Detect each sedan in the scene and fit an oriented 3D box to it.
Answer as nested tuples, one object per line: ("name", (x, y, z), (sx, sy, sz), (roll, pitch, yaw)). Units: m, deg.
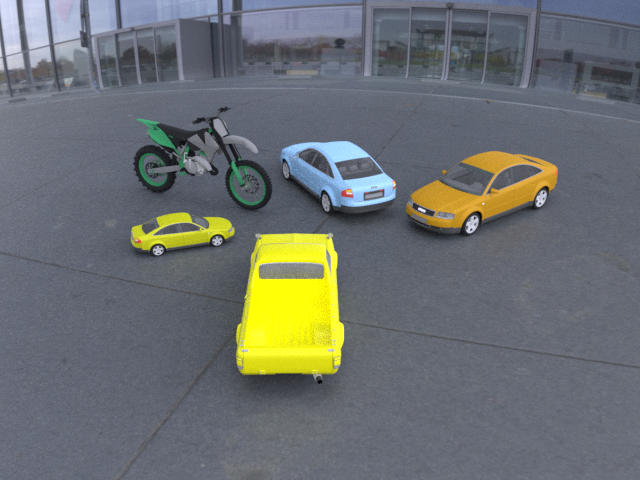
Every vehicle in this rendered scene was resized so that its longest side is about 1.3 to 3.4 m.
("sedan", (0.243, -1.336, 12.919), (1.235, 0.940, 3.137), (-12, 28, -23))
("sedan", (-2.153, -0.155, 11.013), (1.613, 0.483, 0.635), (-9, 27, -18))
("sedan", (2.837, -0.933, 12.090), (3.137, 0.940, 1.235), (-19, 32, -33))

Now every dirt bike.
("dirt bike", (-2.135, -1.470, 12.363), (2.903, 1.666, 1.024), (12, 28, 23))

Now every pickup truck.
("pickup truck", (-0.352, 0.635, 8.807), (1.244, 0.993, 3.117), (0, 26, 0))
